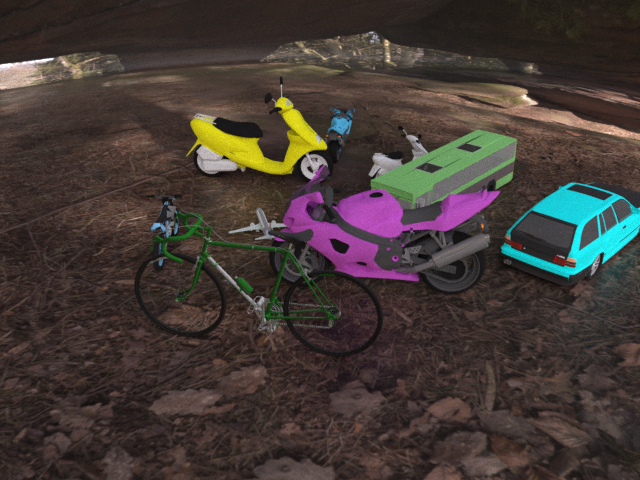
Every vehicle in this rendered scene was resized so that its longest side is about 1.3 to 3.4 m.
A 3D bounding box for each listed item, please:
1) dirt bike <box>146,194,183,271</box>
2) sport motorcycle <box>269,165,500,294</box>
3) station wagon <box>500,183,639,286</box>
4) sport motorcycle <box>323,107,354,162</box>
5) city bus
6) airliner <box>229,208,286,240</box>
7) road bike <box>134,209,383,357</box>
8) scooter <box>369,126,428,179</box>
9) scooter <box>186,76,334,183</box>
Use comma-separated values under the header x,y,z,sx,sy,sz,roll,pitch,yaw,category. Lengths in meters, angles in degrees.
x,y,z,sx,sy,sz,roll,pitch,yaw,category
-2.283,-0.206,10.304,0.527,0.857,1.493,1,28,2,dirt bike
0.782,-0.048,9.203,2.955,1.596,0.983,2,28,5,sport motorcycle
3.985,-0.330,10.473,1.327,0.920,3.105,24,36,38,station wagon
0.377,-2.130,14.027,0.506,0.821,1.520,5,28,10,sport motorcycle
2.122,-0.956,11.700,0.926,0.894,3.255,22,35,36,city bus
-0.876,-0.329,11.000,1.161,0.429,1.307,-6,28,-12,airliner
-0.759,0.535,8.021,3.004,1.656,0.697,6,28,11,road bike
1.491,-1.539,12.790,1.399,0.919,0.662,-16,32,-28,scooter
-1.102,-1.910,12.563,2.721,1.786,1.288,4,28,8,scooter
